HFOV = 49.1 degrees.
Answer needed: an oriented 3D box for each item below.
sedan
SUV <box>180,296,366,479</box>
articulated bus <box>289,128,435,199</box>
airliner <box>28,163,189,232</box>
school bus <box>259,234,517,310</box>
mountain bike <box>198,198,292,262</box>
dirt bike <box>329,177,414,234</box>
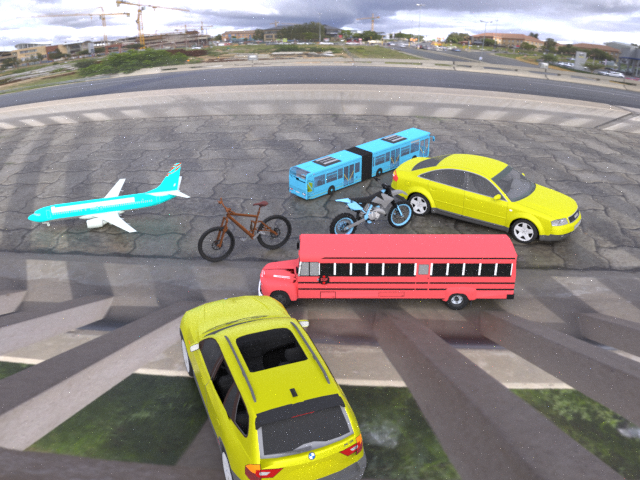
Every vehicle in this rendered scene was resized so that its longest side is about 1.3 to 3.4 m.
[{"bbox_3d":[2.683,-0.808,11.477,3.137,0.940,1.235,17,32,30],"label":"sedan"},{"bbox_3d":[-0.589,1.331,7.048,1.276,1.128,3.058,-10,29,-19],"label":"SUV"},{"bbox_3d":[0.851,-1.482,13.225,3.401,0.561,0.605,-23,35,-38],"label":"articulated bus"},{"bbox_3d":[-3.464,-0.733,11.445,2.541,0.835,2.257,-8,28,-16],"label":"airliner"},{"bbox_3d":[0.848,0.389,9.221,3.322,0.844,0.709,0,27,0],"label":"school bus"},{"bbox_3d":[-1.097,-0.167,10.291,1.469,0.868,0.573,-12,29,-23],"label":"mountain bike"},{"bbox_3d":[0.823,-0.478,10.917,1.493,0.857,0.527,-12,29,-22],"label":"dirt bike"}]
